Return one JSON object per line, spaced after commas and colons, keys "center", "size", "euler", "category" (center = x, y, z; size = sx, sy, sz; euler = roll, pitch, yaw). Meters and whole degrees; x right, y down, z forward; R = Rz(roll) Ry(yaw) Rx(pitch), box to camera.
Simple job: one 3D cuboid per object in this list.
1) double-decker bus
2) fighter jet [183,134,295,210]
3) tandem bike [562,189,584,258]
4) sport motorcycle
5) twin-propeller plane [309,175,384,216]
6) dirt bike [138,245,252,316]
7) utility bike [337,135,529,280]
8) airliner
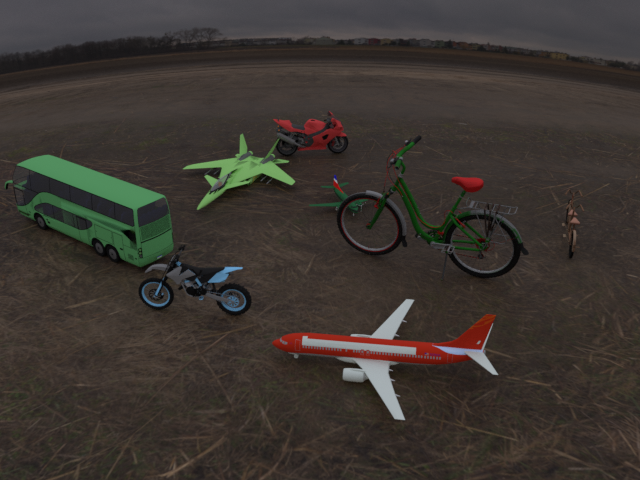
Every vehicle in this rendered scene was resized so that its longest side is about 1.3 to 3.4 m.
{"center": [-3.601, -0.519, 10.792], "size": [3.251, 1.052, 0.756], "euler": [19, 33, 32], "category": "double-decker bus"}
{"center": [-1.588, -1.231, 12.697], "size": [2.229, 0.557, 2.640], "euler": [10, 29, 18], "category": "fighter jet"}
{"center": [3.887, -0.312, 10.796], "size": [0.283, 0.682, 1.642], "euler": [7, 28, 14], "category": "tandem bike"}
{"center": [-0.175, -2.117, 14.112], "size": [1.520, 0.821, 0.506], "euler": [-3, 28, -6], "category": "sport motorcycle"}
{"center": [0.425, -0.753, 11.941], "size": [1.370, 0.407, 1.095], "euler": [-10, 29, -18], "category": "twin-propeller plane"}
{"center": [-1.616, 0.562, 8.928], "size": [1.493, 0.857, 0.527], "euler": [3, 28, 6], "category": "dirt bike"}
{"center": [1.489, -0.369, 9.653], "size": [2.791, 1.839, 1.039], "euler": [11, 30, 21], "category": "utility bike"}
{"center": [0.693, 1.093, 7.932], "size": [2.541, 0.835, 2.257], "euler": [4, 28, 8], "category": "airliner"}
